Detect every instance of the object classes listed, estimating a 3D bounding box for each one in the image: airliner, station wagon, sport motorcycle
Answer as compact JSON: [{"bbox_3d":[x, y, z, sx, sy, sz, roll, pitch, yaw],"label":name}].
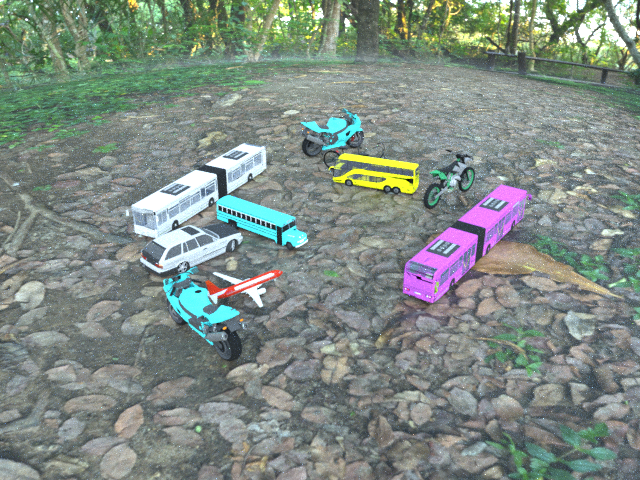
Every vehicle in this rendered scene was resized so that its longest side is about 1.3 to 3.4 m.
[{"bbox_3d":[-1.038,0.551,9.736,1.307,0.429,1.161,-22,35,-35],"label":"airliner"},{"bbox_3d":[-1.920,0.053,10.634,0.682,0.473,1.597,25,37,39],"label":"station wagon"},{"bbox_3d":[-1.461,0.907,8.639,0.506,0.821,1.520,-24,36,-38],"label":"sport motorcycle"},{"bbox_3d":[0.273,-2.222,14.586,1.520,0.821,0.506,-15,31,-26],"label":"sport motorcycle"}]

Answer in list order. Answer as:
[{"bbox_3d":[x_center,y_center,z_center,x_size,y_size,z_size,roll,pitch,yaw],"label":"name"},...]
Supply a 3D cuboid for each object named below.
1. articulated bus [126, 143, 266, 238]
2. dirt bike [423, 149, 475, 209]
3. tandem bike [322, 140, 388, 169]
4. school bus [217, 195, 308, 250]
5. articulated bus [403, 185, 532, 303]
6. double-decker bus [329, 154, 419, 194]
[{"bbox_3d":[-2.046,-0.957,12.460,0.605,0.561,3.401,14,31,24],"label":"articulated bus"},{"bbox_3d":[2.323,-1.113,12.439,1.493,0.857,0.527,-25,37,-39],"label":"dirt bike"},{"bbox_3d":[0.781,-1.591,13.536,1.642,0.682,0.283,12,30,22],"label":"tandem bike"},{"bbox_3d":[-0.943,-0.292,11.334,1.708,0.434,0.365,19,33,32],"label":"school bus"},{"bbox_3d":[2.315,-0.033,10.705,0.605,0.561,3.401,18,33,31],"label":"articulated bus"},{"bbox_3d":[1.006,-1.239,13.019,1.672,0.541,0.389,11,30,20],"label":"double-decker bus"}]
